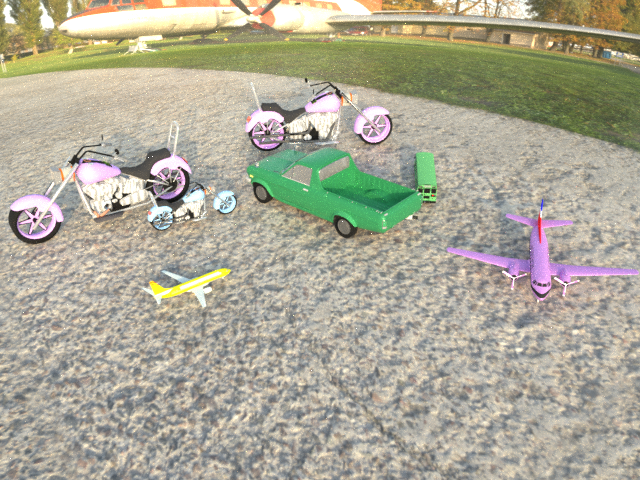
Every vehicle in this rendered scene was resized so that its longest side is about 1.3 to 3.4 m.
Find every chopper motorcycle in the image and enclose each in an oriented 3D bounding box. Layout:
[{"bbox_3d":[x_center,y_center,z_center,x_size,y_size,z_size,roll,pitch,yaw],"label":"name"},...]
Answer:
[{"bbox_3d":[-3.548,-0.963,11.416,3.040,1.480,0.906,-19,35,-29],"label":"chopper motorcycle"},{"bbox_3d":[-2.102,-0.632,11.563,1.563,0.761,0.466,-18,35,-28],"label":"chopper motorcycle"},{"bbox_3d":[0.003,-2.545,14.109,3.040,1.480,0.906,-7,31,-11],"label":"chopper motorcycle"}]

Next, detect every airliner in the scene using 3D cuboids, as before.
[{"bbox_3d":[-1.816,0.548,9.881,1.307,0.429,1.161,-23,37,-33],"label":"airliner"}]

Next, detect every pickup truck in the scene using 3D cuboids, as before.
[{"bbox_3d":[0.171,-0.942,11.860,3.117,0.993,1.244,23,38,34],"label":"pickup truck"}]

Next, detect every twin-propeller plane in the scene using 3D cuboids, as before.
[{"bbox_3d":[3.212,0.150,10.200,2.663,0.792,2.129,7,31,12],"label":"twin-propeller plane"}]

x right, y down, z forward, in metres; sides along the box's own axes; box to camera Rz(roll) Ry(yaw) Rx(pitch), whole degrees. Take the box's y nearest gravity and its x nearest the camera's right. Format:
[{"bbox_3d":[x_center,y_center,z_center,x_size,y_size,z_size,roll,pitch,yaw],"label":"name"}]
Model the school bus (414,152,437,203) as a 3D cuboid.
[{"bbox_3d":[1.923,-1.186,12.828,0.365,0.434,1.708,3,31,5],"label":"school bus"}]
